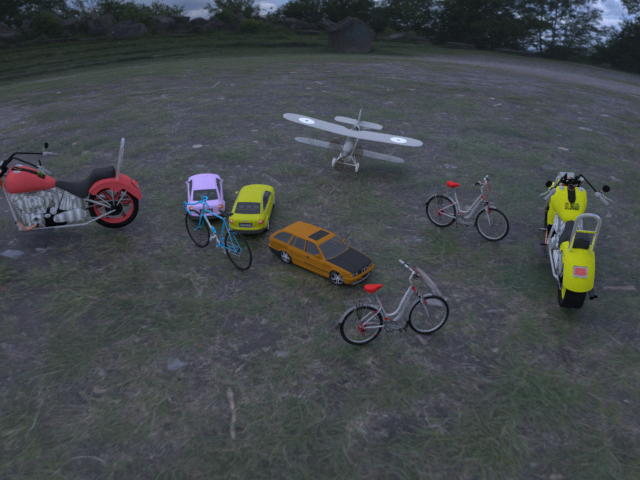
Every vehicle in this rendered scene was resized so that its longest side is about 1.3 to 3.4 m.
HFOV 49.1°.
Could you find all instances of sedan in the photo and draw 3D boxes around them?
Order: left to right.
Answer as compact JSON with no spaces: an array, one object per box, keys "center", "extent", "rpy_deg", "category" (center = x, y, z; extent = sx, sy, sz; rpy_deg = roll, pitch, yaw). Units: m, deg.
[{"center":[-1.921,-0.811,11.711],"extent":[0.635,0.483,1.613],"rpy_deg":[-5,28,-9],"category":"sedan"},{"center":[-1.081,-0.585,11.284],"extent":[0.635,0.483,1.613],"rpy_deg":[1,28,3],"category":"sedan"}]

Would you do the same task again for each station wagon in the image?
[{"center":[0.013,0.146,9.916],"extent":[1.597,0.473,0.682],"rpy_deg":[22,35,35],"category":"station wagon"}]

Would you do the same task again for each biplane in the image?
[{"center":[0.659,-1.931,13.293],"extent":[2.598,0.981,2.120],"rpy_deg":[5,28,9],"category":"biplane"}]

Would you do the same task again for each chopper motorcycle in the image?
[{"center":[-4.246,-0.711,10.459],"extent":[3.040,1.480,0.906],"rpy_deg":[-6,29,-12],"category":"chopper motorcycle"},{"center":[3.417,-0.276,9.637],"extent":[0.906,1.480,3.040],"rpy_deg":[6,28,10],"category":"chopper motorcycle"}]

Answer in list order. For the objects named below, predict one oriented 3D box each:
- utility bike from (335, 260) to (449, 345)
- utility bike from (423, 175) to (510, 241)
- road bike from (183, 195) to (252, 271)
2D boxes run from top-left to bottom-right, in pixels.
[{"center":[0.855,0.749,8.273],"extent":[1.435,0.946,0.535],"rpy_deg":[-7,29,-13],"category":"utility bike"},{"center":[2.260,-0.553,10.730],"extent":[1.435,0.946,0.535],"rpy_deg":[18,33,30],"category":"utility bike"},{"center":[-1.481,-0.123,10.020],"extent":[0.358,0.852,1.545],"rpy_deg":[-25,37,-39],"category":"road bike"}]
